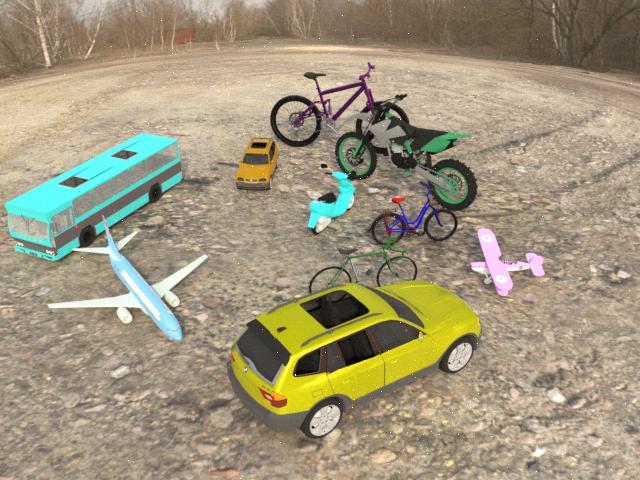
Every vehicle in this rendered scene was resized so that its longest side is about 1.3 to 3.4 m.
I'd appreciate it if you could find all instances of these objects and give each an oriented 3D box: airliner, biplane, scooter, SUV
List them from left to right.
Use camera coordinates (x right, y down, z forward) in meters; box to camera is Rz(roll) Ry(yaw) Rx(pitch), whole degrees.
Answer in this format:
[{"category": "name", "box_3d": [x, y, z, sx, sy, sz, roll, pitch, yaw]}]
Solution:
[{"category": "airliner", "box_3d": [-2.412, 0.492, 9.289, 2.257, 0.835, 2.541, -19, 34, -30]}, {"category": "SUV", "box_3d": [-1.152, -1.433, 13.000, 0.656, 0.580, 1.572, 2, 29, 4]}, {"category": "scooter", "box_3d": [0.215, -0.699, 11.337, 0.662, 0.919, 1.399, 16, 33, 27]}, {"category": "SUV", "box_3d": [0.463, 1.097, 7.904, 3.058, 1.128, 1.276, -18, 34, -29]}, {"category": "biplane", "box_3d": [2.596, 0.370, 9.847, 1.090, 0.504, 1.336, -1, 29, -2]}]

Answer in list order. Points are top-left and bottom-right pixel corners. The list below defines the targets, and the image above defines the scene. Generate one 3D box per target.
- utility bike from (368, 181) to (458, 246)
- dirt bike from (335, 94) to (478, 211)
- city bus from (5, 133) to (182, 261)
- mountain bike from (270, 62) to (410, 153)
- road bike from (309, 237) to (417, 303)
[{"category": "utility bike", "box_3d": [1.433, -0.397, 10.769, 1.435, 0.946, 0.535, -5, 29, -8]}, {"category": "dirt bike", "box_3d": [1.428, -1.552, 12.099, 2.903, 1.666, 1.024, 21, 35, 33]}, {"category": "city bus", "box_3d": [-3.552, -0.769, 11.488, 0.926, 0.894, 3.255, 13, 32, 22]}, {"category": "mountain bike", "box_3d": [0.378, -2.582, 13.922, 2.857, 1.688, 1.114, 6, 30, 10]}, {"category": "road bike", "box_3d": [0.596, 0.434, 9.376, 1.545, 0.852, 0.358, -8, 30, -14]}]
